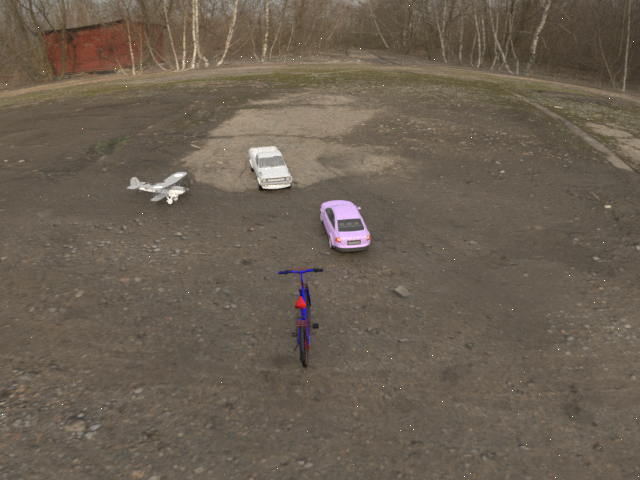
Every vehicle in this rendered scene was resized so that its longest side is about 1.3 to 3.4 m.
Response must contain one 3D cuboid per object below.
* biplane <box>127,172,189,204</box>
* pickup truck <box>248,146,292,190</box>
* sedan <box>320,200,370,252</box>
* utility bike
[{"bbox_3d":[-2.787,-0.913,12.212,1.090,0.504,1.336,5,28,10],"label":"biplane"},{"bbox_3d":[-0.957,-1.425,13.196,0.640,0.511,1.603,-6,28,-12],"label":"pickup truck"},{"bbox_3d":[0.379,-0.309,11.065,0.635,0.483,1.613,-4,28,-8],"label":"sedan"},{"bbox_3d":[-0.233,0.840,8.335,0.535,0.946,1.435,1,27,1],"label":"utility bike"}]
